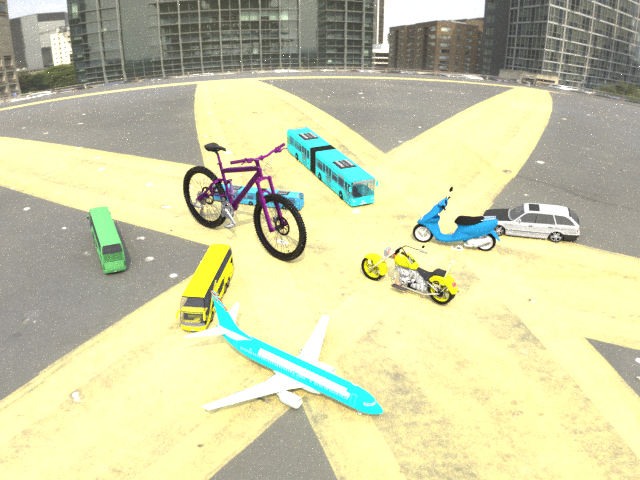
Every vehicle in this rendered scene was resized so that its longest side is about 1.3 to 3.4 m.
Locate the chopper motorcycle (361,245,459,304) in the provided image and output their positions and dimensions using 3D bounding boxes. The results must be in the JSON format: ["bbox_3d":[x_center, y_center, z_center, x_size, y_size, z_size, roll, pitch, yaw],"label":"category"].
[{"bbox_3d":[1.263,0.403,10.007,1.563,0.761,0.466,20,33,34],"label":"chopper motorcycle"}]

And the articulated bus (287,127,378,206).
[{"bbox_3d":[0.143,-1.544,14.076,0.605,0.561,3.401,-11,29,-20],"label":"articulated bus"}]

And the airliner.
[{"bbox_3d":[-0.348,1.313,8.126,2.541,0.835,2.257,18,32,32],"label":"airliner"}]

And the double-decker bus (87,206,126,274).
[{"bbox_3d":[-3.402,-0.041,11.128,0.389,0.541,1.672,-11,29,-20],"label":"double-decker bus"}]

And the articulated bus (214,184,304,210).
[{"bbox_3d":[-1.160,-0.802,12.911,1.749,0.289,0.311,7,28,14],"label":"articulated bus"}]

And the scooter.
[{"bbox_3d":[2.197,-0.304,11.228,1.399,0.919,0.662,8,28,16],"label":"scooter"}]

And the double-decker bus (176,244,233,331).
[{"bbox_3d":[-1.565,0.654,9.753,0.389,0.541,1.672,3,27,6],"label":"double-decker bus"}]

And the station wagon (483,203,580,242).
[{"bbox_3d":[3.541,-0.343,11.800,1.597,0.473,0.682,6,27,12],"label":"station wagon"}]

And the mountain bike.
[{"bbox_3d":[-1.293,-0.724,11.207,2.857,1.688,1.114,22,34,36],"label":"mountain bike"}]
